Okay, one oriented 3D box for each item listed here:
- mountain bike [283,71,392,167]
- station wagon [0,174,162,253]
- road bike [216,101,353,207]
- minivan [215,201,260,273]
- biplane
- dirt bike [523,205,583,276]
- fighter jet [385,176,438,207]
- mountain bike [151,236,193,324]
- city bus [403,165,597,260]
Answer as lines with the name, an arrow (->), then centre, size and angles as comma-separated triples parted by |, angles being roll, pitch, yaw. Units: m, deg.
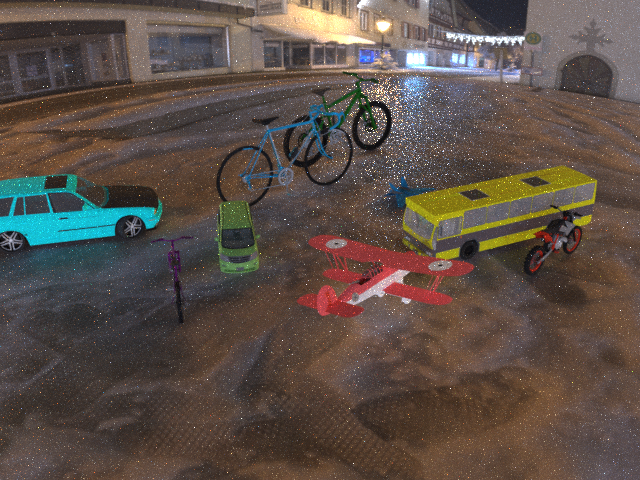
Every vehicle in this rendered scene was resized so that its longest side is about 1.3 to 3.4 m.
mountain bike -> 0.429, -2.515, 14.621 | 2.857, 1.688, 1.114 | -18, 32, -32
station wagon -> -4.193, -0.546, 11.516 | 3.105, 0.920, 1.327 | -7, 27, -14
road bike -> -0.573, -1.568, 12.749 | 3.004, 1.656, 0.697 | -18, 32, -32
minivan -> -1.292, -0.058, 10.875 | 0.681, 0.616, 1.548 | -4, 27, -8
biplane -> 0.650, 0.537, 9.266 | 2.598, 0.981, 2.120 | 22, 34, 37
dirt bike -> 3.547, -0.025, 10.536 | 1.493, 0.857, 0.527 | -21, 33, -36
fighter jet -> 1.889, -0.813, 12.767 | 1.358, 0.286, 1.147 | 22, 34, 37
mountain bike -> -1.954, 0.482, 9.503 | 0.573, 0.868, 1.469 | -6, 27, -12
city bus -> 2.924, -0.423, 11.298 | 3.255, 0.894, 0.926 | -12, 29, -23
